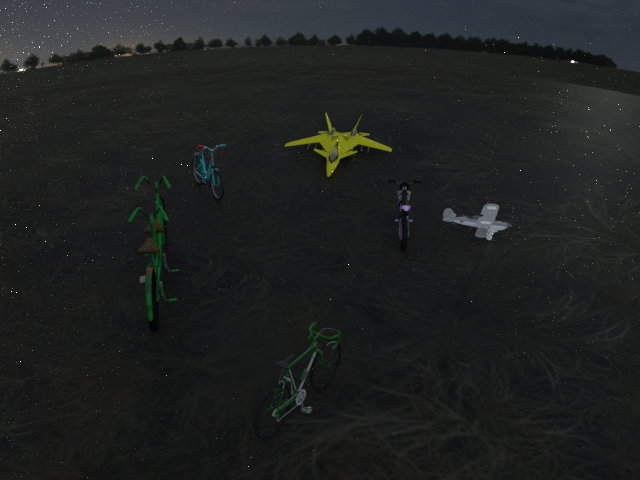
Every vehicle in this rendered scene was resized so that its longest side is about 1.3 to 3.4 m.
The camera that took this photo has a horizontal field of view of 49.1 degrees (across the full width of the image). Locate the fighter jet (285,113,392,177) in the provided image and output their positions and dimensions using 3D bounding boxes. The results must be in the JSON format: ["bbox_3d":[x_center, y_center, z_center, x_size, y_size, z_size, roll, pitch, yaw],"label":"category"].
[{"bbox_3d":[0.345,-1.954,14.334,2.229,0.557,2.640,4,28,7],"label":"fighter jet"}]

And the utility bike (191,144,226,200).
[{"bbox_3d":[-2.018,-1.340,12.729,0.535,0.946,1.435,-16,31,-28],"label":"utility bike"}]

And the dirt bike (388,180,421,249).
[{"bbox_3d":[1.334,-0.496,11.199,0.527,0.857,1.493,2,27,4],"label":"dirt bike"}]

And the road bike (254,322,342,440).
[{"bbox_3d":[-0.205,1.461,7.435,0.358,0.852,1.545,18,32,31],"label":"road bike"}]

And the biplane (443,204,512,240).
[{"bbox_3d":[2.513,-0.300,11.203,1.090,0.504,1.336,9,29,17],"label":"biplane"}]

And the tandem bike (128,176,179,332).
[{"bbox_3d":[-2.285,0.015,9.706,0.550,1.326,3.192,-4,28,-7],"label":"tandem bike"}]
